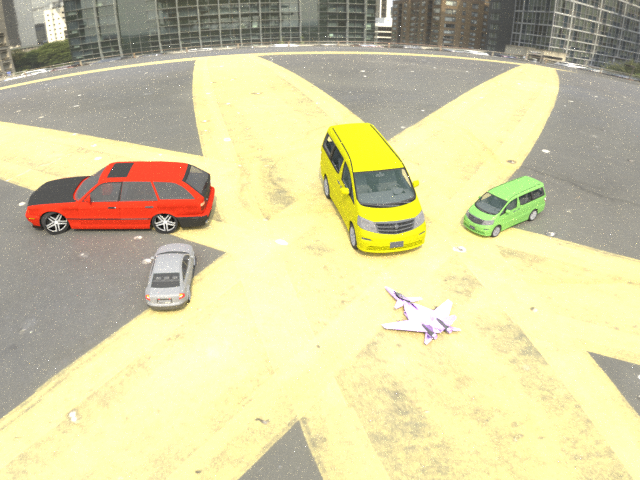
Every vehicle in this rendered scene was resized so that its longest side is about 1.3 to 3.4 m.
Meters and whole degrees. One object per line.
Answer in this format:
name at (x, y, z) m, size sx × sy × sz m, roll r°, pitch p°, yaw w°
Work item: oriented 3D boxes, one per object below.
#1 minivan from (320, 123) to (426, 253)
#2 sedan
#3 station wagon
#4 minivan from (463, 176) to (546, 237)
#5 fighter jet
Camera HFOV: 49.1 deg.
minivan at (0.844, -0.941, 11.880) m, size 1.324 × 1.197 × 3.011 m, roll -7°, pitch 31°, yaw -11°
sedan at (-2.178, 0.443, 10.231) m, size 0.635 × 0.483 × 1.613 m, roll -2°, pitch 31°, yaw -4°
station wagon at (-3.387, -0.783, 11.883) m, size 3.105 × 0.920 × 1.327 m, roll 0°, pitch 30°, yaw -1°
minivan at (3.129, -0.579, 11.837) m, size 1.548 × 0.616 × 0.681 m, roll -21°, pitch 36°, yaw -31°
fighter jet at (1.288, 0.901, 9.647) m, size 1.147 × 0.286 × 1.358 m, roll -17°, pitch 34°, yaw -26°
